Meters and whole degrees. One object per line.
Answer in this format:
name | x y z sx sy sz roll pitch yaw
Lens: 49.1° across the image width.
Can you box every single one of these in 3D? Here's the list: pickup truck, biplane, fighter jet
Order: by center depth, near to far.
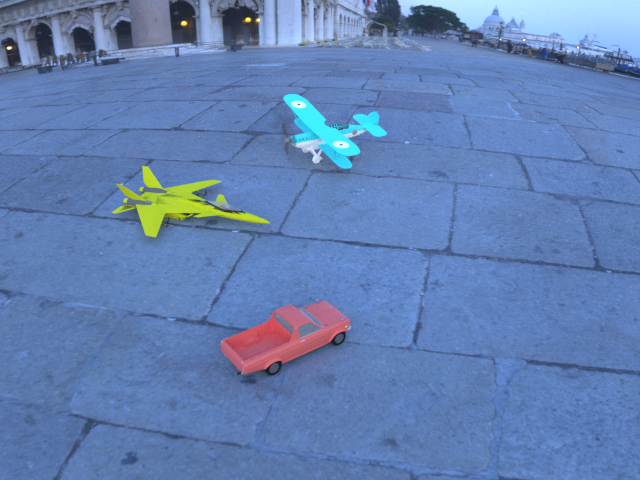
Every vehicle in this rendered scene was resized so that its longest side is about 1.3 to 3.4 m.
pickup truck | -0.396 1.133 8.500 1.603 0.511 0.640 -19 35 -31
fighter jet | -2.044 -0.652 11.633 2.640 0.557 2.229 10 31 18
biplane | 0.274 -2.080 13.746 2.120 0.981 2.598 -15 33 -25
